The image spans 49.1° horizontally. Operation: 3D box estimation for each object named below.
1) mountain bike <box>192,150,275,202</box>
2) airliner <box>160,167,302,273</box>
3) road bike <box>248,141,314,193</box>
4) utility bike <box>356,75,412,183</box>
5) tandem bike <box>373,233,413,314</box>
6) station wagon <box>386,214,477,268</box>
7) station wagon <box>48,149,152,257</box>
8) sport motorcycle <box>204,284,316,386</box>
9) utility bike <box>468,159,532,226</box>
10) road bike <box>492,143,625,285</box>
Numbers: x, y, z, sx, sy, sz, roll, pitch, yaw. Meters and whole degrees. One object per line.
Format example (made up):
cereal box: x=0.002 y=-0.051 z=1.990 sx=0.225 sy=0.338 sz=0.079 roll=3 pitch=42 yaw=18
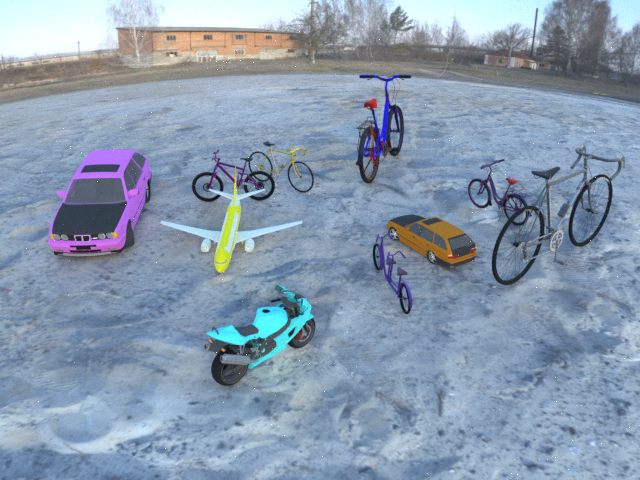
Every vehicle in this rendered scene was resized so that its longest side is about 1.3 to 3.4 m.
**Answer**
mountain bike: x=-1.533 y=-1.092 z=12.356 sx=1.469 sy=0.868 sz=0.573 roll=-2 pitch=26 yaw=-3
airliner: x=-1.410 y=-0.328 z=10.834 sx=2.257 sy=0.835 sz=2.541 roll=0 pitch=26 yaw=0
road bike: x=-0.741 y=-1.385 z=12.975 sx=1.545 sy=0.852 sz=0.358 roll=17 pitch=31 yaw=31
utility bike: x=1.128 y=-2.276 z=13.673 sx=1.039 sy=1.839 sz=2.791 roll=10 pitch=28 yaw=20
tandem bike: x=0.973 y=0.389 z=9.542 sx=0.283 sy=0.682 sz=1.642 roll=-6 pitch=27 yaw=-12
station wagon: x=1.682 y=-0.090 z=10.758 sx=0.682 sy=0.473 sz=1.597 roll=-15 pitch=30 yaw=-29
station wagon: x=-3.579 y=-0.737 z=11.571 sx=1.327 sy=0.920 sz=3.105 roll=-2 pitch=26 yaw=-3
sport motorcycle: x=-0.628 y=1.080 z=7.970 sx=1.520 sy=0.821 sz=0.506 roll=-22 pitch=34 yaw=-38
utility bike: x=2.962 y=-0.809 z=11.690 sx=0.535 sy=0.946 sz=1.435 roll=-16 pitch=30 yaw=-29
road bike: x=3.438 y=-0.404 z=10.055 sx=3.004 sy=1.656 sz=0.696 roll=-20 pitch=33 yaw=-36
